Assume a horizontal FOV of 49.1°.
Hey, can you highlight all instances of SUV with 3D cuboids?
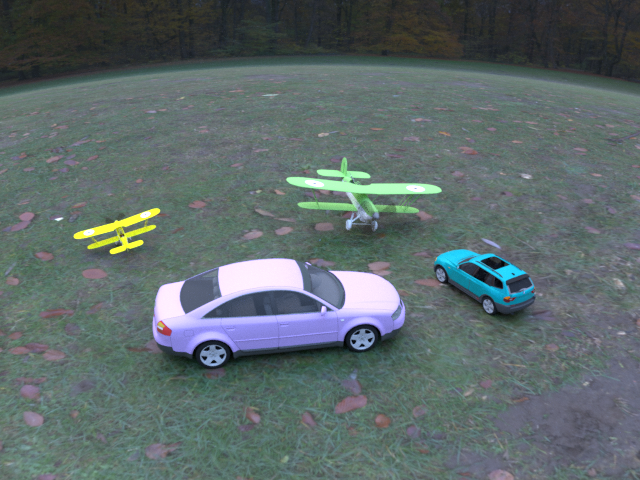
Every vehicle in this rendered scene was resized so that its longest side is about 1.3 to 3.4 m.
[{"bbox_3d":[2.251,0.478,9.668,0.656,0.580,1.572,-16,31,-28],"label":"SUV"}]

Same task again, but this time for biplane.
[{"bbox_3d":[0.665,-0.775,11.676,2.598,0.981,2.120,-7,28,-13],"label":"biplane"},{"bbox_3d":[-3.080,-0.062,10.806,1.336,0.504,1.090,-11,29,-21],"label":"biplane"}]

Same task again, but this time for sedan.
[{"bbox_3d":[-0.486,0.781,8.683,3.137,0.940,1.235,-5,27,-9],"label":"sedan"}]
